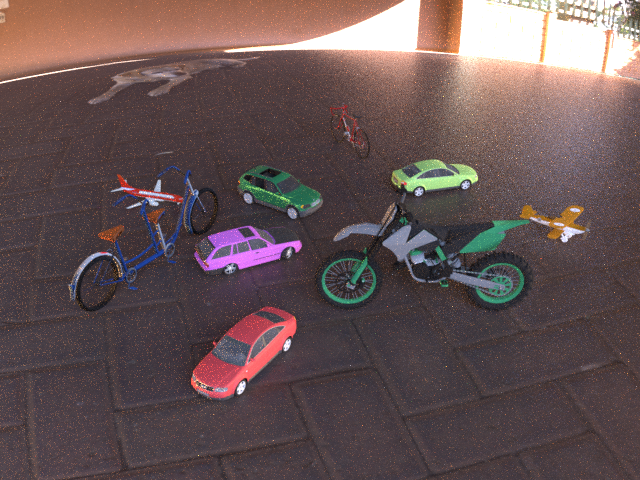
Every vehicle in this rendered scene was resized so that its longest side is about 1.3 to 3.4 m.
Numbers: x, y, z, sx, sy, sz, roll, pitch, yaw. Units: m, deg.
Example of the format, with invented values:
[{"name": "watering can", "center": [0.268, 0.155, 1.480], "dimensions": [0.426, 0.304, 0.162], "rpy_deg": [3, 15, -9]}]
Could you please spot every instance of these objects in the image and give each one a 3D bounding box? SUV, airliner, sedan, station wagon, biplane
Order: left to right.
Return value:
[{"name": "airliner", "center": [-2.958, -0.878, 12.242], "dimensions": [1.307, 0.429, 1.161], "rpy_deg": [8, 31, 14]}, {"name": "sedan", "center": [-0.898, 1.300, 8.448], "dimensions": [0.635, 0.483, 1.613], "rpy_deg": [18, 34, 27]}, {"name": "station wagon", "center": [-1.065, 0.077, 10.557], "dimensions": [1.597, 0.473, 0.682], "rpy_deg": [-15, 33, -23]}, {"name": "SUV", "center": [-0.698, -0.860, 12.060], "dimensions": [1.572, 0.580, 0.656], "rpy_deg": [20, 36, 30]}, {"name": "sedan", "center": [2.100, -1.183, 12.711], "dimensions": [1.613, 0.483, 0.635], "rpy_deg": [-9, 31, -15]}, {"name": "biplane", "center": [3.748, -0.291, 11.159], "dimensions": [1.090, 0.504, 1.336], "rpy_deg": [19, 35, 29]}]

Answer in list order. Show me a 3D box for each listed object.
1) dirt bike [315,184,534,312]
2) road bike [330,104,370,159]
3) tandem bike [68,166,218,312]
[{"name": "dirt bike", "center": [1.379, 0.229, 9.111], "dimensions": [2.903, 1.666, 1.024], "rpy_deg": [0, 30, 0]}, {"name": "road bike", "center": [0.598, -2.224, 14.133], "dimensions": [0.358, 0.852, 1.545], "rpy_deg": [-15, 33, -24]}, {"name": "tandem bike", "center": [-2.444, -0.156, 10.111], "dimensions": [0.550, 1.326, 3.192], "rpy_deg": [15, 34, 24]}]
